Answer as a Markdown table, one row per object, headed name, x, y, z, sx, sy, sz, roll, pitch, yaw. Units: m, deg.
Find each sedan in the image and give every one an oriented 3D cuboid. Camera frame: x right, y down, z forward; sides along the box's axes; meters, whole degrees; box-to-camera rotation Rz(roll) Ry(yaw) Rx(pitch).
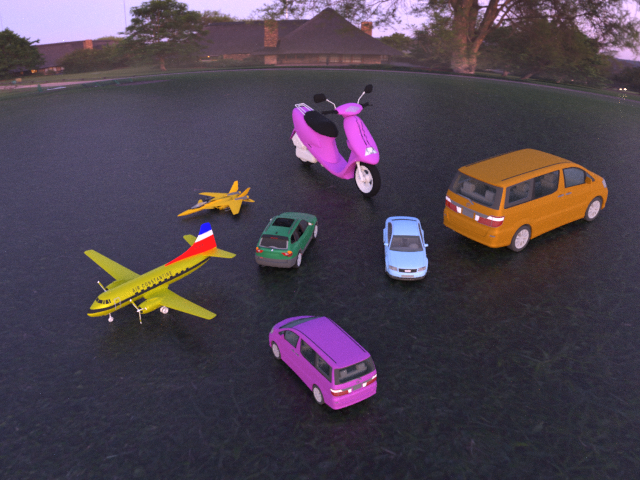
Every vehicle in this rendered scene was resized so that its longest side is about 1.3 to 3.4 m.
| name | x | y | z | sx | sy | sz | roll | pitch | yaw |
| --- | --- | --- | --- | --- | --- | --- | --- | --- | --- |
| sedan | 1.256 | 0.055 | 10.342 | 0.635 | 0.483 | 1.613 | 1 | 27 | 3 |

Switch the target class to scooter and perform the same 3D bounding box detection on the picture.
| name | x | y | z | sx | sy | sz | roll | pitch | yaw |
| --- | --- | --- | --- | --- | --- | --- | --- | --- | --- |
| scooter | 0.249 | -1.965 | 12.898 | 1.288 | 1.786 | 2.721 | -18 | 32 | -31 |

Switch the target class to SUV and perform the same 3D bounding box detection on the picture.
| name | x | y | z | sx | sy | sz | roll | pitch | yaw |
| --- | --- | --- | --- | --- | --- | --- | --- | --- | --- |
| SUV | -0.487 | -0.095 | 10.531 | 0.656 | 0.580 | 1.572 | 6 | 27 | 13 |

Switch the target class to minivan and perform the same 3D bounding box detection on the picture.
| name | x | y | z | sx | sy | sz | roll | pitch | yaw |
| --- | --- | --- | --- | --- | --- | --- | --- | --- | --- |
| minivan | -0.011 | 1.241 | 7.846 | 0.681 | 0.616 | 1.548 | -16 | 31 | -28 |
| minivan | 3.393 | -0.789 | 11.221 | 3.011 | 1.197 | 1.324 | -18 | 32 | -32 |

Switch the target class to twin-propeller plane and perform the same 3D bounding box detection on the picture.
| name | x | y | z | sx | sy | sz | roll | pitch | yaw |
| --- | --- | --- | --- | --- | --- | --- | --- | --- | --- |
| twin-propeller plane | -2.168 | 0.426 | 9.265 | 2.663 | 0.792 | 2.129 | 21 | 34 | 35 |

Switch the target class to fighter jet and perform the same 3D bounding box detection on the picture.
| name | x | y | z | sx | sy | sz | roll | pitch | yaw |
| --- | --- | --- | --- | --- | --- | --- | --- | --- | --- |
| fighter jet | -1.846 | -0.669 | 11.994 | 1.358 | 0.286 | 1.147 | -20 | 33 | -34 |
